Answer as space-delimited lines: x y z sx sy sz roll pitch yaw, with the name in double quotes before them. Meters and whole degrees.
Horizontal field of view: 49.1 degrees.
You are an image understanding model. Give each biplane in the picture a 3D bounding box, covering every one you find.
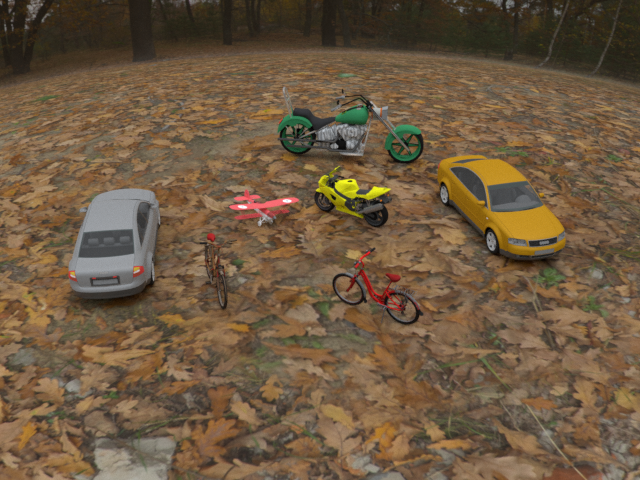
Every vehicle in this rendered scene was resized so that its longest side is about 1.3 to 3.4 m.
"biplane" -1.035 -0.570 12.205 1.336 0.504 1.090 -19 35 -30

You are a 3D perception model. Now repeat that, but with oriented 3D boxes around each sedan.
"sedan" -3.195 -0.157 11.042 1.235 0.940 3.137 -4 30 -7
"sedan" 3.053 -0.721 12.031 1.235 0.940 3.137 -8 31 -13

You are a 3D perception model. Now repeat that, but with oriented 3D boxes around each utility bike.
"utility bike" 0.753 0.666 9.591 1.435 0.946 0.535 18 34 28
"utility bike" -1.488 0.319 10.199 0.535 0.946 1.435 -10 31 -17

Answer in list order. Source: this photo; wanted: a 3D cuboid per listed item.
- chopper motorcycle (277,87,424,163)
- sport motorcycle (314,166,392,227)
"chopper motorcycle" 0.619 -2.358 14.357 3.040 1.480 0.906 4 30 7
"sport motorcycle" 0.543 -0.739 12.183 1.520 0.821 0.506 18 34 29
